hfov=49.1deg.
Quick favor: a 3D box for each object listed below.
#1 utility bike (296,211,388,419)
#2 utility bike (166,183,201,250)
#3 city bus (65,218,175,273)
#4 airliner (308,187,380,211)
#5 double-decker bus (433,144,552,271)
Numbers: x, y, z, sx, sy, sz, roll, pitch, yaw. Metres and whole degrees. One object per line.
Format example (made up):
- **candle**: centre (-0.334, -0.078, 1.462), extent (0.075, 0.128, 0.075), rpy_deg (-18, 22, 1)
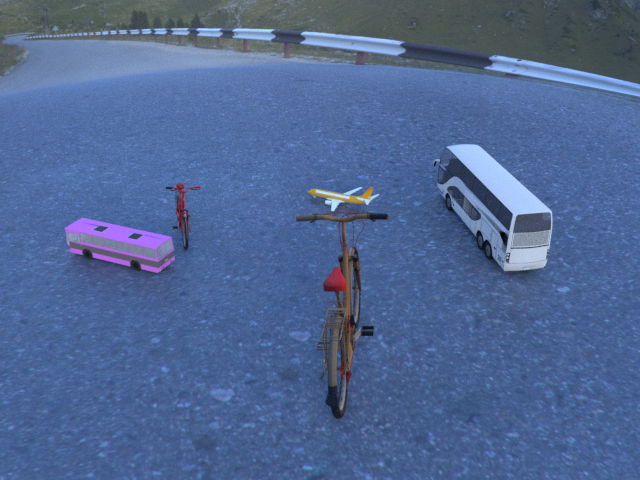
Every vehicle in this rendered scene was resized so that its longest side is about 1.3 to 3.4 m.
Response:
- **utility bike**: centre (0.198, 0.650, 7.931), extent (1.039, 1.839, 2.791), rpy_deg (4, 28, 7)
- **utility bike**: centre (-2.154, -0.501, 11.130), extent (0.535, 0.946, 1.435), rpy_deg (-7, 28, -14)
- **city bus**: centre (-3.010, 0.090, 10.517), extent (1.674, 0.460, 0.476), rpy_deg (11, 29, 21)
- **airliner**: centre (0.355, -0.844, 12.357), extent (1.307, 0.429, 1.161), rpy_deg (14, 30, 25)
- **double-decker bus**: centre (2.690, -0.641, 11.286), extent (0.756, 1.052, 3.251), rpy_deg (-5, 28, -9)
